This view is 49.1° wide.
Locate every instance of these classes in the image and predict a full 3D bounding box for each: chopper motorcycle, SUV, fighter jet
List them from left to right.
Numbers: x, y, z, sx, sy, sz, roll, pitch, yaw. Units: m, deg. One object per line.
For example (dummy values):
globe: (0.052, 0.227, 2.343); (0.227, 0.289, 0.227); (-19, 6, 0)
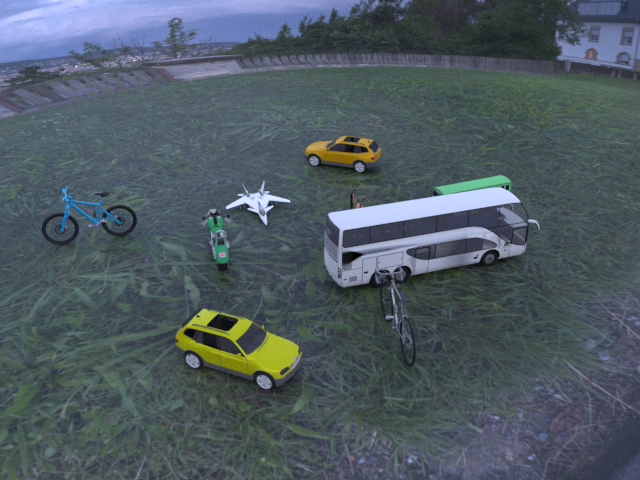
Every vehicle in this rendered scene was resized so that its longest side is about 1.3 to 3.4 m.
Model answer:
chopper motorcycle: (-1.598, -0.124, 10.814); (0.466, 0.761, 1.563); (-7, 29, -13)
SUV: (-0.990, 1.263, 8.421); (1.572, 0.580, 0.656); (12, 30, 21)
fighter jet: (-1.064, -0.641, 12.280); (1.147, 0.286, 1.358); (-7, 29, -12)
SUV: (0.466, -1.788, 14.105); (1.572, 0.580, 0.656); (10, 30, 18)

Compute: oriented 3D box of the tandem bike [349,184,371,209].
tandem bike: (0.658, -0.454, 11.512); (0.283, 0.682, 1.642); (-4, 28, -7)

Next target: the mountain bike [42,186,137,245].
mountain bike: (-3.695, -0.383, 11.183); (1.469, 0.868, 0.573); (-9, 30, -16)

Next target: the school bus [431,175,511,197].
school bus: (2.575, -0.787, 12.394); (1.708, 0.434, 0.365); (-11, 30, -20)

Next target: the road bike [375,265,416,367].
road bike: (0.971, 0.899, 8.812); (0.358, 0.852, 1.545); (-5, 29, -9)

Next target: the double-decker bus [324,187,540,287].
double-decker bus: (1.661, -0.070, 10.406); (3.251, 1.052, 0.756); (-9, 30, -17)
